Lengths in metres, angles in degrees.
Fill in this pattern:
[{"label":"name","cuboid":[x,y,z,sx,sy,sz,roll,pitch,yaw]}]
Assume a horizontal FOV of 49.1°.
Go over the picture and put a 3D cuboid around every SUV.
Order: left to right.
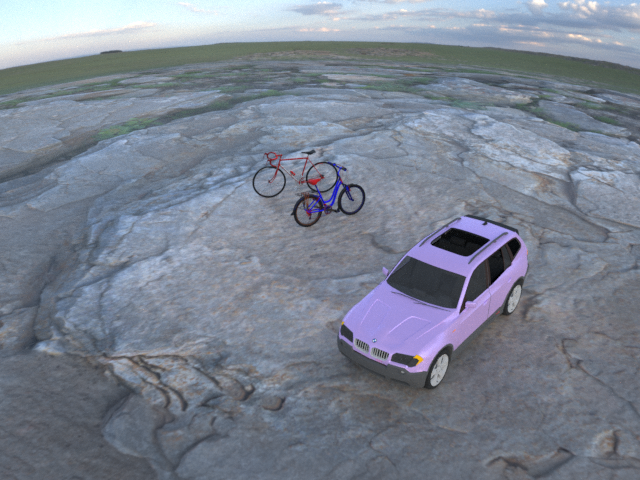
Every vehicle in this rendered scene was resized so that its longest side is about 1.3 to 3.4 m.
[{"label":"SUV","cuboid":[1.484,0.621,8.595,1.276,1.128,3.058,21,34,34]}]

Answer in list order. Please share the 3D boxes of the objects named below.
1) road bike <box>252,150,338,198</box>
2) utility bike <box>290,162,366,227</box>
[{"label":"road bike","cuboid":[-0.425,-1.177,12.294,1.545,0.852,0.358,-6,28,-11]},{"label":"utility bike","cuboid":[0.120,-0.764,11.411,1.435,0.946,0.535,-16,32,-27]}]
